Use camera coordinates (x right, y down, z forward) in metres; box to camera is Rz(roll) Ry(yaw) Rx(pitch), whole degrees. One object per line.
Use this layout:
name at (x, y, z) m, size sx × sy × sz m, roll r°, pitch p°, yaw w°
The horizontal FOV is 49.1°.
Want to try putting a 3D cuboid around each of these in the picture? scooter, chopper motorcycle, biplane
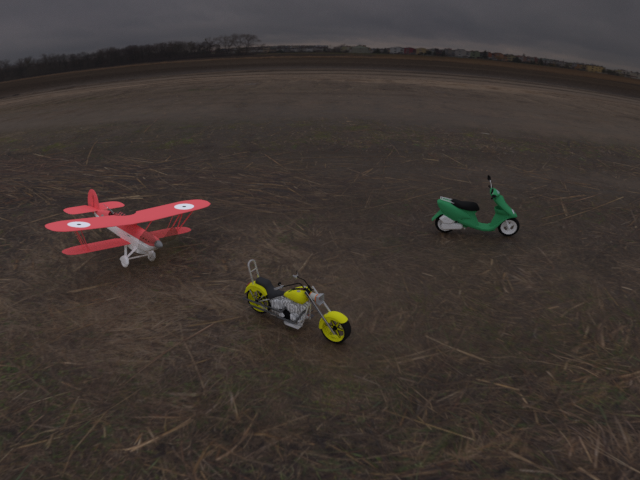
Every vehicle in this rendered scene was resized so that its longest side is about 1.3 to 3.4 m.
scooter at (2.511, -0.508, 11.188) m, size 1.399 × 0.919 × 0.662 m, roll 3°, pitch 27°, yaw 7°
chopper motorcycle at (-0.306, 0.769, 8.824) m, size 1.563 × 0.761 × 0.466 m, roll 16°, pitch 31°, yaw 29°
biplane at (-2.942, -0.231, 10.569) m, size 2.598 × 0.981 × 2.120 m, roll -24°, pitch 35°, yaw -39°
